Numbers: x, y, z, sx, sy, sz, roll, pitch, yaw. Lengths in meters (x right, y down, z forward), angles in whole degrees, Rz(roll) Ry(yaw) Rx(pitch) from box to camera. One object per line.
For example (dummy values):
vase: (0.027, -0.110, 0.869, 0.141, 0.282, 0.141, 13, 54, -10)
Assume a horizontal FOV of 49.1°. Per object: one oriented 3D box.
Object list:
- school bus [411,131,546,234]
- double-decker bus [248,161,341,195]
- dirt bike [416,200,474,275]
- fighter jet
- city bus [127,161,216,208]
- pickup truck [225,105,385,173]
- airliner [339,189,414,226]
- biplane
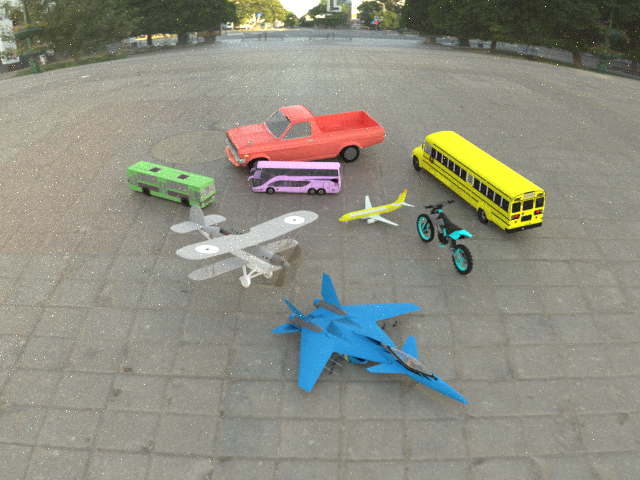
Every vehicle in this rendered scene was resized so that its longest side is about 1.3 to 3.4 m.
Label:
school bus: (2.678, -1.155, 12.474, 0.709, 0.844, 3.322, -12, 32, -19)
double-decker bus: (-0.458, -1.136, 12.741, 1.672, 0.541, 0.389, 1, 30, 2)
dirt bike: (1.891, -0.115, 10.685, 0.527, 0.857, 1.493, -13, 33, -21)
fighter jet: (0.712, 1.263, 8.630, 2.640, 0.557, 2.229, 25, 39, 36)
city bus: (-2.680, -0.988, 12.568, 1.674, 0.460, 0.476, 15, 34, 24)
pickup truck: (-0.308, -2.114, 13.963, 3.117, 0.993, 1.244, -10, 32, -17)
airliner: (0.916, -0.566, 11.878, 1.307, 0.429, 1.161, -12, 32, -19)
biplane: (-1.196, 0.033, 10.310, 2.120, 0.981, 2.598, 24, 38, 34)
